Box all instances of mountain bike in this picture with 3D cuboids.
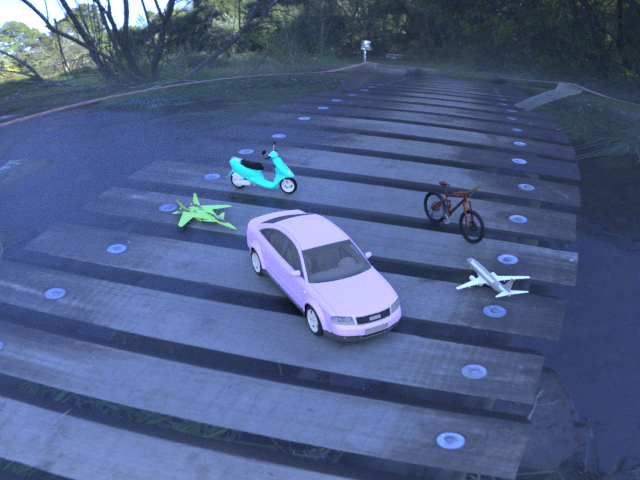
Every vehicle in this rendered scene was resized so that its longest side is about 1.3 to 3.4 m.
[{"bbox_3d":[2.209,-0.526,11.588,0.573,0.868,1.469,-15,30,-28],"label":"mountain bike"}]

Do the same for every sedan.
[{"bbox_3d":[-0.029,0.317,9.817,1.235,0.940,3.137,-13,29,-25],"label":"sedan"}]

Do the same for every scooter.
[{"bbox_3d":[-1.099,-1.357,13.198,1.399,0.919,0.662,7,27,15],"label":"scooter"}]

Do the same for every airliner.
[{"bbox_3d":[2.441,0.463,10.096,1.161,0.429,1.307,-7,27,-15],"label":"airliner"}]

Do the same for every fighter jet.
[{"bbox_3d":[-1.908,-0.457,12.101,1.358,0.286,1.147,22,34,36],"label":"fighter jet"}]
